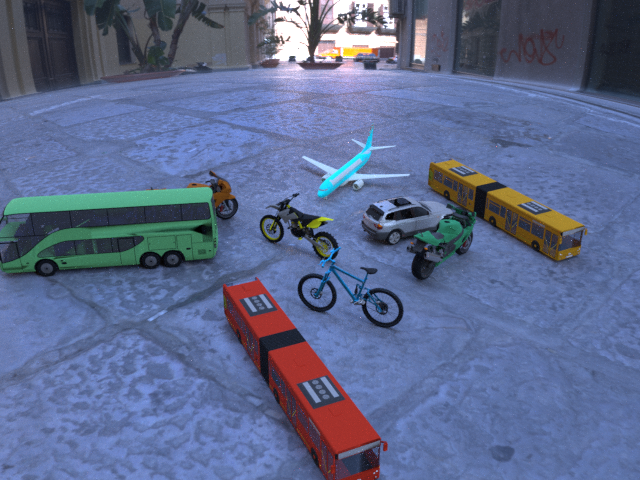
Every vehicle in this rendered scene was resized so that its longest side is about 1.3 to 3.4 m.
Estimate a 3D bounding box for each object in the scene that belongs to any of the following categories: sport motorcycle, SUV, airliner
[{"bbox_3d":[1.825,0.019,10.274,0.506,0.821,1.520,23,34,37],"label":"sport motorcycle"},{"bbox_3d":[-2.080,-0.625,11.555,1.520,0.821,0.506,-12,29,-23],"label":"sport motorcycle"},{"bbox_3d":[1.443,-0.396,11.367,1.572,0.580,0.656,-13,29,-24],"label":"SUV"},{"bbox_3d":[0.540,-1.497,13.276,2.257,0.835,2.541,13,29,23],"label":"airliner"}]

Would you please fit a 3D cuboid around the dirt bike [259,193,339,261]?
[{"bbox_3d":[-0.345,-0.212,10.692,1.493,0.857,0.527,17,32,31],"label":"dirt bike"}]

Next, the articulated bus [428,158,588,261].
[{"bbox_3d":[3.004,-0.600,11.795,0.605,0.561,3.401,-13,30,-24],"label":"articulated bus"}]

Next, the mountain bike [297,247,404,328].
[{"bbox_3d":[0.378,0.639,8.986,1.469,0.868,0.573,11,29,21],"label":"mountain bike"}]

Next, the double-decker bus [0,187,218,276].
[{"bbox_3d":[-3.157,-0.137,10.327,3.251,1.052,0.756,-4,27,-8],"label":"double-decker bus"}]

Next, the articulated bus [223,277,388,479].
[{"bbox_3d":[-0.336,1.417,7.779,0.605,0.561,3.401,-12,29,-22],"label":"articulated bus"}]
